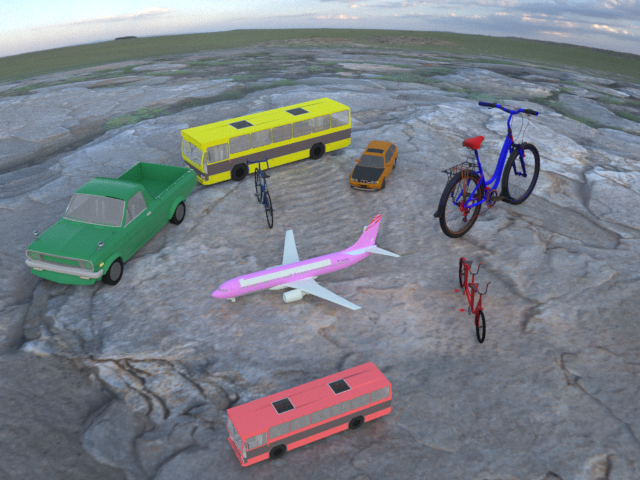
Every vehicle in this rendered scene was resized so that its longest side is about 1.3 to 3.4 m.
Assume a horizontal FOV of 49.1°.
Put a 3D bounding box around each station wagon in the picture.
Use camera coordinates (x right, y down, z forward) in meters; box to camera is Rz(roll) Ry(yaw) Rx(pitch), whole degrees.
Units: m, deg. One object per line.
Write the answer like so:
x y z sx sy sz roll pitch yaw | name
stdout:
0.988 -1.395 12.736 0.682 0.473 1.597 9 30 15 | station wagon

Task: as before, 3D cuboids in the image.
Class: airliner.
-0.254 0.255 9.431 2.541 0.835 2.257 -13 32 -21 | airliner

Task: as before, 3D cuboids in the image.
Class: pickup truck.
-3.005 -0.427 10.484 1.244 0.993 3.117 9 31 15 | pickup truck

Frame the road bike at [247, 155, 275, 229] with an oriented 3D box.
-0.919 -0.808 11.306 0.358 0.852 1.545 -7 30 -13 | road bike

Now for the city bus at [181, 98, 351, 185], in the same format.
-0.938 -1.861 13.135 3.255 0.894 0.926 -19 35 -31 | city bus

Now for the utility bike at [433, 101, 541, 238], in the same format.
2.631 -1.172 10.946 2.791 1.839 1.039 -25 38 -37 | utility bike

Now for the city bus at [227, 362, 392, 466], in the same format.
-0.090 1.764 7.129 1.674 0.460 0.476 -14 32 -23 | city bus

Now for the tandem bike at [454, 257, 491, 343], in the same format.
1.943 0.625 8.928 0.283 0.682 1.642 0 29 0 | tandem bike
